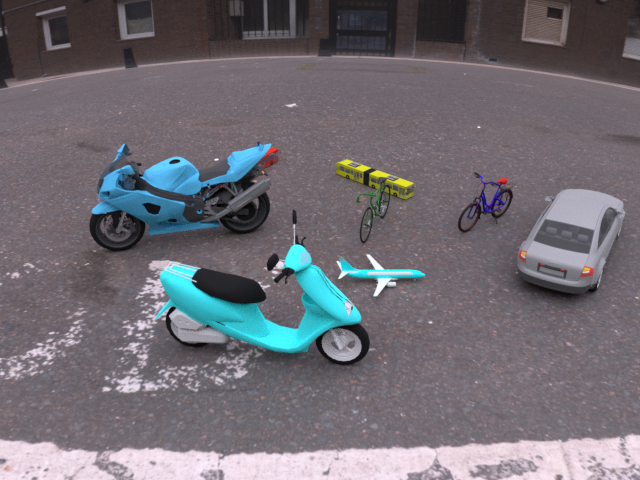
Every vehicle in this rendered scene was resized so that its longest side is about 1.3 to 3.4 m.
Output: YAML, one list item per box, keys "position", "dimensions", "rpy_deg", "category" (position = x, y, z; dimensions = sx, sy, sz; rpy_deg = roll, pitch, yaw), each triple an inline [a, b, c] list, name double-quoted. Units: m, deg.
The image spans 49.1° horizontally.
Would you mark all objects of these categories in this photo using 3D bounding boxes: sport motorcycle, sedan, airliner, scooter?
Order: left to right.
- position: [-2.187, -0.705, 11.131]
  dimensions: [2.955, 1.596, 0.983]
  rpy_deg: [-9, 30, -15]
  category: "sport motorcycle"
- position: [-0.731, 0.665, 8.469]
  dimensions: [2.721, 1.786, 1.288]
  rpy_deg: [5, 29, 9]
  category: "scooter"
- position: [0.906, 0.423, 10.302]
  dimensions: [1.307, 0.429, 1.161]
  rpy_deg: [-1, 29, -1]
  category: "airliner"
- position: [3.981, -0.194, 10.888]
  dimensions: [1.235, 0.940, 3.137]
  rpy_deg: [16, 33, 26]
  category: "sedan"

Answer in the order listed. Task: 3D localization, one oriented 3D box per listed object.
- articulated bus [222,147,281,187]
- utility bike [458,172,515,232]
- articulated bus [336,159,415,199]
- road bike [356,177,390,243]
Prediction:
- position: [-1.401, -1.431, 13.786]
  dimensions: [0.311, 0.289, 1.749]
  rpy_deg: [17, 33, 28]
  category: "articulated bus"
- position: [2.864, -0.666, 11.731]
  dimensions: [1.435, 0.946, 0.535]
  rpy_deg: [-22, 36, -33]
  category: "utility bike"
- position: [1.031, -1.168, 13.313]
  dimensions: [1.749, 0.289, 0.311]
  rpy_deg: [25, 37, 37]
  category: "articulated bus"
- position: [0.935, -0.566, 11.649]
  dimensions: [0.358, 0.852, 1.545]
  rpy_deg: [11, 31, 20]
  category: "road bike"
